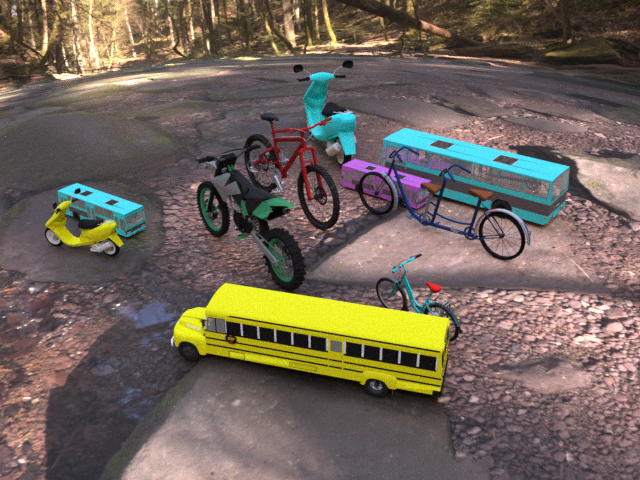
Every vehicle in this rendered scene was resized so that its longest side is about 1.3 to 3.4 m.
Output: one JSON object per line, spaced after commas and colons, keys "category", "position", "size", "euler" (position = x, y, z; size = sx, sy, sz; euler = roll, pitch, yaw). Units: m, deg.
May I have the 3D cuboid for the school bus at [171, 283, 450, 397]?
{"category": "school bus", "position": [-0.176, 1.134, 8.234], "size": [3.322, 0.844, 0.709], "euler": [8, 29, 14]}

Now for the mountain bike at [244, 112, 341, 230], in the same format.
{"category": "mountain bike", "position": [-0.553, -1.303, 11.889], "size": [1.114, 1.688, 2.857], "euler": [-19, 33, -31]}

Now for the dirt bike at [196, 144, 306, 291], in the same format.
{"category": "dirt bike", "position": [-1.122, -0.439, 10.298], "size": [1.024, 1.666, 2.903], "euler": [-20, 34, -32]}

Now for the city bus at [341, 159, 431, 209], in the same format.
{"category": "city bus", "position": [1.170, -1.007, 12.636], "size": [1.674, 0.460, 0.476], "euler": [21, 34, 33]}

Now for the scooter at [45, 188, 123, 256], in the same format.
{"category": "scooter", "position": [-3.668, -0.236, 10.712], "size": [1.399, 0.919, 0.662], "euler": [9, 29, 16]}

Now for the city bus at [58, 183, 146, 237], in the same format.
{"category": "city bus", "position": [-3.648, -0.492, 11.675], "size": [1.674, 0.460, 0.476], "euler": [18, 33, 30]}

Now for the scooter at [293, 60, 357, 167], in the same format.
{"category": "scooter", "position": [0.167, -2.662, 14.321], "size": [1.288, 1.786, 2.721], "euler": [-9, 29, -16]}

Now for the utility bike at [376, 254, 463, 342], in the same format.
{"category": "utility bike", "position": [1.210, 0.734, 8.874], "size": [0.535, 0.946, 1.435], "euler": [-24, 36, -37]}

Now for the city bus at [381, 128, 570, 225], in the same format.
{"category": "city bus", "position": [2.659, -1.146, 12.435], "size": [3.255, 0.894, 0.926], "euler": [20, 34, 32]}

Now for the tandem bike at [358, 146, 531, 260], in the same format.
{"category": "tandem bike", "position": [1.869, -0.650, 11.053], "size": [3.192, 1.326, 0.550], "euler": [22, 35, 35]}
